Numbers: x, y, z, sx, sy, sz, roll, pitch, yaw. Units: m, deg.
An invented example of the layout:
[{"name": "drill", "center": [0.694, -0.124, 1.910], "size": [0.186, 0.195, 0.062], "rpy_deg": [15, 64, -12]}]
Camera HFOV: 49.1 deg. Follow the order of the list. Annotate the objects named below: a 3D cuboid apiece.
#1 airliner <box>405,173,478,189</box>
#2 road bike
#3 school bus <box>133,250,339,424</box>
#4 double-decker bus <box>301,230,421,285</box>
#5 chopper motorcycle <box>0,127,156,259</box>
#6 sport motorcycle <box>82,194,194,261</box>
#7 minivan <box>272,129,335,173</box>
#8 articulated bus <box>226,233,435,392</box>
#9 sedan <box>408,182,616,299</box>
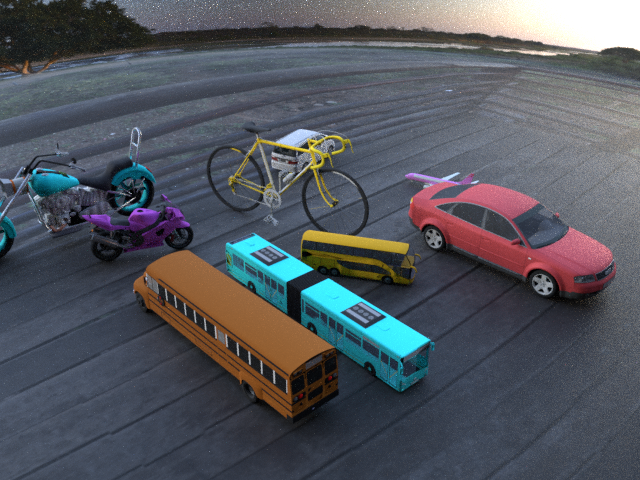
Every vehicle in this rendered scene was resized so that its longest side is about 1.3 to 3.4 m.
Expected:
[{"name": "airliner", "center": [2.100, -1.104, 12.344], "size": [1.307, 0.429, 1.161], "rpy_deg": [17, 33, 27]}, {"name": "road bike", "center": [-0.581, -0.988, 10.882], "size": [3.004, 1.656, 0.696], "rpy_deg": [16, 33, 26]}, {"name": "school bus", "center": [-1.158, 0.949, 8.252], "size": [0.709, 0.844, 3.322], "rpy_deg": [-24, 37, -36]}, {"name": "double-decker bus", "center": [0.557, 0.248, 9.815], "size": [1.672, 0.541, 0.389], "rpy_deg": [8, 30, 14]}, {"name": "chopper motorcycle", "center": [-3.940, -0.710, 10.565], "size": [3.040, 1.480, 0.906], "rpy_deg": [-20, 35, -32]}, {"name": "sport motorcycle", "center": [-2.624, -0.147, 10.233], "size": [1.520, 0.821, 0.506], "rpy_deg": [-10, 31, -16]}, {"name": "minivan", "center": [-0.294, -1.765, 13.335], "size": [0.681, 0.616, 1.548], "rpy_deg": [16, 33, 26]}, {"name": "articulated bus", "center": [-0.029, 0.796, 8.815], "size": [0.605, 0.561, 3.401], "rpy_deg": [-23, 37, -35]}, {"name": "sedan", "center": [2.719, -0.151, 10.119], "size": [1.235, 0.940, 3.137], "rpy_deg": [-26, 38, -38]}]
